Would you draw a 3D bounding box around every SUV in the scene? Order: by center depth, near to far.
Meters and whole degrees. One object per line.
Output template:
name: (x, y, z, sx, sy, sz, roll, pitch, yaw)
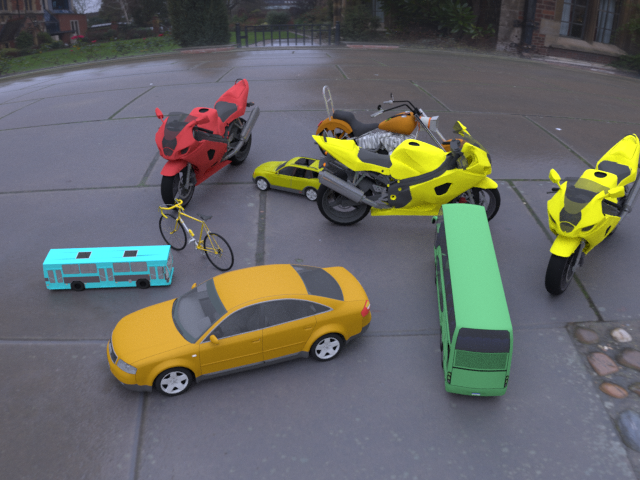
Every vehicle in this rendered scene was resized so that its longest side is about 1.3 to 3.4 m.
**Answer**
SUV: (-0.425, -1.147, 12.257, 1.572, 0.580, 0.656, 13, 32, 22)

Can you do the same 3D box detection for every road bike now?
road bike: (-1.818, -0.083, 10.120, 1.545, 0.852, 0.358, 21, 36, 32)

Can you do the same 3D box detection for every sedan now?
sedan: (-0.929, 0.915, 8.284, 3.137, 0.940, 1.235, -10, 31, -17)

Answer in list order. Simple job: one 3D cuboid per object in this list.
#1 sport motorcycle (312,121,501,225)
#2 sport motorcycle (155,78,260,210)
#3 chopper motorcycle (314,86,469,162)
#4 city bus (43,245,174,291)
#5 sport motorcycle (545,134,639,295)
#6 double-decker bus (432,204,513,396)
sport motorcycle: (1.357, -0.939, 10.868, 2.955, 1.596, 0.983, 1, 30, 2)
sport motorcycle: (-1.950, -1.722, 12.240, 0.983, 1.596, 2.955, 11, 32, 19)
chopper motorcycle: (1.361, -1.924, 12.711, 3.040, 1.480, 0.906, 11, 31, 18)
city bus: (-2.900, 0.395, 9.678, 1.674, 0.460, 0.476, -2, 30, -3)
sport motorcycle: (3.890, -0.412, 9.946, 0.983, 1.596, 2.955, 20, 35, 31)
double-decker bus: (1.846, 0.566, 8.783, 0.756, 1.052, 3.251, 3, 30, 5)
